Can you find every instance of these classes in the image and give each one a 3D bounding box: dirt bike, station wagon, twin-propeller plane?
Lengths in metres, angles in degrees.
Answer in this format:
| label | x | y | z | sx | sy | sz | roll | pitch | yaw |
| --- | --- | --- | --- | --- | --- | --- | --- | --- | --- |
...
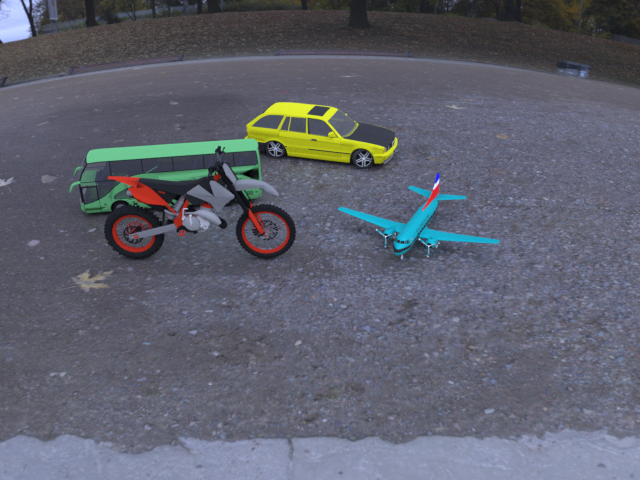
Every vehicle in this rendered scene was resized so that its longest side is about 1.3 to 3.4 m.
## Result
| label | x | y | z | sx | sy | sz | roll | pitch | yaw |
| --- | --- | --- | --- | --- | --- | --- | --- | --- | --- |
| dirt bike | -1.815 | -0.452 | 10.441 | 2.903 | 1.666 | 1.024 | 0 | 29 | 0 |
| station wagon | 0.045 | -2.216 | 14.374 | 3.105 | 0.920 | 1.327 | 9 | 30 | 15 |
| twin-propeller plane | 1.592 | -0.382 | 11.214 | 2.663 | 0.792 | 2.129 | 13 | 32 | 22 |

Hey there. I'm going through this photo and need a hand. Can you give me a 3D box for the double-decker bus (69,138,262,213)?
| label | x | y | z | sx | sy | sz | roll | pitch | yaw |
| --- | --- | --- | --- | --- | --- | --- | --- | --- | --- |
| double-decker bus | -2.653 | -1.113 | 12.259 | 3.251 | 1.052 | 0.756 | -5 | 30 | -10 |
